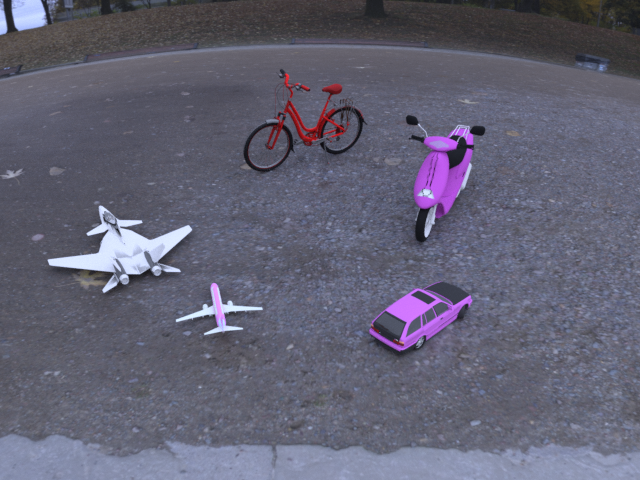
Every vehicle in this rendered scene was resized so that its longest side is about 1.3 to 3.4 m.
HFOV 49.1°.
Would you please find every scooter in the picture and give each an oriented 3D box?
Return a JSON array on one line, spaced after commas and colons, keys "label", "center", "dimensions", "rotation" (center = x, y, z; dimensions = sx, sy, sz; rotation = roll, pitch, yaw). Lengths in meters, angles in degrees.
[{"label": "scooter", "center": [2.093, -1.254, 11.704], "dimensions": [1.288, 1.786, 2.721], "rotation": [13, 33, 21]}]

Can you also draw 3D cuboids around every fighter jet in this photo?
[{"label": "fighter jet", "center": [-3.186, -0.142, 11.036], "dimensions": [2.229, 0.557, 2.640], "rotation": [-15, 34, -24]}]

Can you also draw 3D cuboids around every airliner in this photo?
[{"label": "airliner", "center": [-1.384, 0.849, 9.494], "dimensions": [1.161, 0.429, 1.307], "rotation": [-7, 31, -12]}]

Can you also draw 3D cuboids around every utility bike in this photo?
[{"label": "utility bike", "center": [-0.179, -2.292, 13.399], "dimensions": [2.791, 1.839, 1.039], "rotation": [-17, 35, -27]}]

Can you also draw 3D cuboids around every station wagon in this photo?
[{"label": "station wagon", "center": [1.379, 0.935, 9.306], "dimensions": [1.597, 0.473, 0.682], "rotation": [-27, 40, -37]}]
